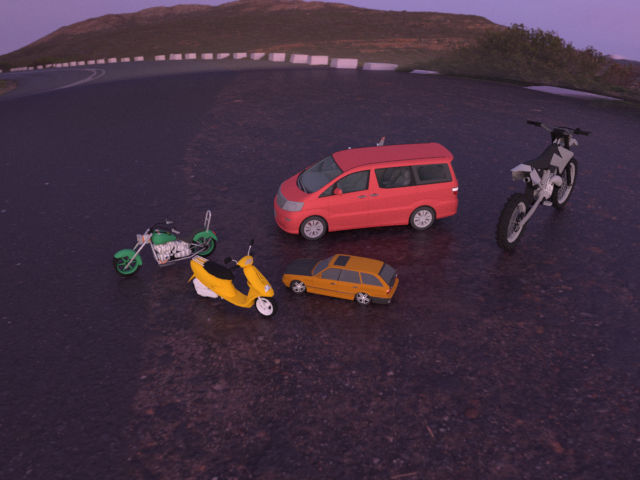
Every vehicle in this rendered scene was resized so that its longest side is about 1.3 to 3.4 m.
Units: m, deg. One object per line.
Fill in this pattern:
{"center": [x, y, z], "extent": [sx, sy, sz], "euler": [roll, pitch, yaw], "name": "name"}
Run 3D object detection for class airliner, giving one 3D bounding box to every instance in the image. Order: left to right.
{"center": [0.824, -1.789, 14.288], "extent": [1.307, 0.429, 1.161], "euler": [-17, 31, -30], "name": "airliner"}

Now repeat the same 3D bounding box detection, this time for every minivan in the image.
{"center": [0.739, -0.857, 11.582], "extent": [3.011, 1.197, 1.324], "euler": [-5, 27, -11], "name": "minivan"}

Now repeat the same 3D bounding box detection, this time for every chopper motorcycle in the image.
{"center": [-2.267, 0.046, 10.271], "extent": [1.563, 0.761, 0.466], "euler": [-13, 29, -24], "name": "chopper motorcycle"}

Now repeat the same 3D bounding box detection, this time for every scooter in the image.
{"center": [-1.168, 0.485, 9.224], "extent": [1.399, 0.919, 0.662], "euler": [13, 30, 25], "name": "scooter"}

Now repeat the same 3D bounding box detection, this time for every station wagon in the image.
{"center": [0.270, 0.483, 9.723], "extent": [1.597, 0.473, 0.682], "euler": [8, 28, 16], "name": "station wagon"}

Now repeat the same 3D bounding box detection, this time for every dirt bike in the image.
{"center": [3.591, -0.974, 11.292], "extent": [1.024, 1.666, 2.903], "euler": [20, 33, 34], "name": "dirt bike"}
